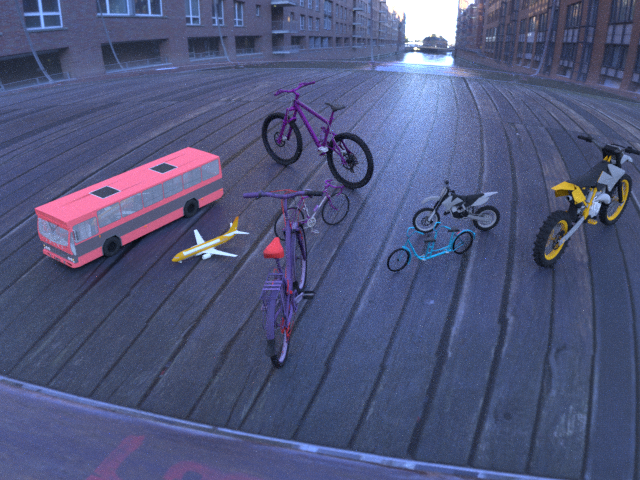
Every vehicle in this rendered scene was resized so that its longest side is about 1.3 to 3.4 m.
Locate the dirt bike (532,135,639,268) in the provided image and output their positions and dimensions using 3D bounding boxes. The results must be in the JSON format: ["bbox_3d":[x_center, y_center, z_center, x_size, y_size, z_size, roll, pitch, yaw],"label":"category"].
[{"bbox_3d":[4.255,-0.681,11.049,2.903,1.666,1.024,-24,37,-37],"label":"dirt bike"}]

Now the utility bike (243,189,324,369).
[{"bbox_3d":[-0.513,0.322,9.030,1.039,1.839,2.791,3,29,6],"label":"utility bike"}]

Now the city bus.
[{"bbox_3d":[-3.045,-0.594,11.697,0.926,0.894,3.255,20,34,32],"label":"city bus"}]

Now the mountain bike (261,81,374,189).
[{"bbox_3d":[-0.104,-2.028,13.497,2.857,1.688,1.114,23,36,35],"label":"mountain bike"}]

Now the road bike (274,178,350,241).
[{"bbox_3d":[-0.115,-0.504,11.577,1.545,0.852,0.358,-19,34,-31],"label":"road bike"}]

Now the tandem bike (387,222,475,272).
[{"bbox_3d":[1.733,0.048,10.741,1.642,0.682,0.283,-14,32,-24],"label":"tandem bike"}]

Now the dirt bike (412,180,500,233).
[{"bbox_3d":[2.276,-0.510,11.581,1.493,0.857,0.527,-3,29,-5],"label":"dirt bike"}]

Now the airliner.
[{"bbox_3d":[-1.789,0.005,11.083,1.307,0.429,1.161,-23,36,-36],"label":"airliner"}]
